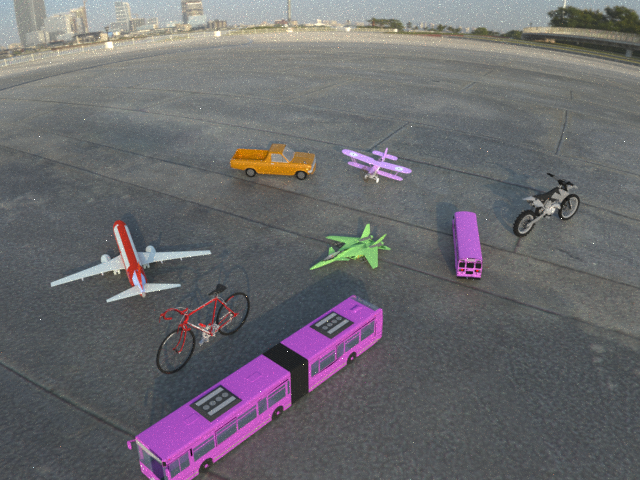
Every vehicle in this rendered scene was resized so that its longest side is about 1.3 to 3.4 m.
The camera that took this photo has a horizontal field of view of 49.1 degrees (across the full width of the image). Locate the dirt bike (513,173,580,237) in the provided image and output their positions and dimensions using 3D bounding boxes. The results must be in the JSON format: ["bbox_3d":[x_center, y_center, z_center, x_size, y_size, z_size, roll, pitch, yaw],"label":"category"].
[{"bbox_3d":[3.691,-0.571,11.286,1.493,0.857,0.527,-18,35,-27],"label":"dirt bike"}]

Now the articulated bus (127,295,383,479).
[{"bbox_3d":[-0.531,1.604,7.889,0.605,0.561,3.401,25,39,36],"label":"articulated bus"}]

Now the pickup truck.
[{"bbox_3d":[-0.879,-1.520,13.237,1.603,0.511,0.640,4,31,6],"label":"pickup truck"}]

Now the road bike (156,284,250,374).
[{"bbox_3d":[-1.410,1.024,8.586,0.358,0.852,1.545,22,37,33],"label":"road bike"}]

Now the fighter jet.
[{"bbox_3d":[0.385,0.149,10.626,1.358,0.286,1.147,-21,37,-32],"label":"fighter jet"}]

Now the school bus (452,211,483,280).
[{"bbox_3d":[2.234,0.021,10.699,0.365,0.434,1.708,4,31,6],"label":"school bus"}]

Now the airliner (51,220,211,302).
[{"bbox_3d":[-2.778,0.104,10.163,2.257,0.835,2.541,-12,33,-19],"label":"airliner"}]

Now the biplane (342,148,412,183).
[{"bbox_3d":[1.096,-1.398,13.036,1.336,0.504,1.090,12,33,19],"label":"biplane"}]
